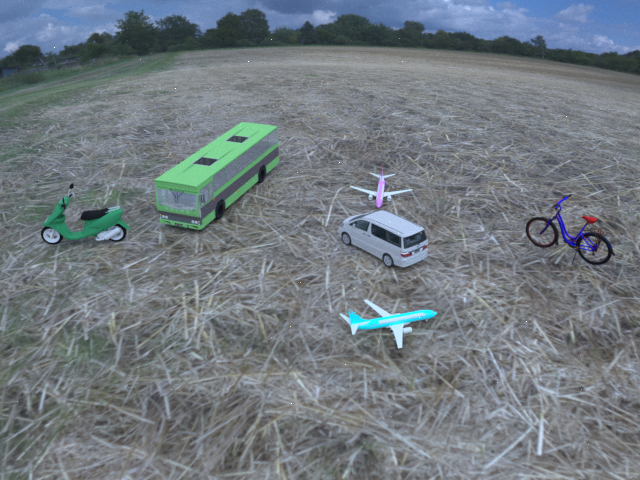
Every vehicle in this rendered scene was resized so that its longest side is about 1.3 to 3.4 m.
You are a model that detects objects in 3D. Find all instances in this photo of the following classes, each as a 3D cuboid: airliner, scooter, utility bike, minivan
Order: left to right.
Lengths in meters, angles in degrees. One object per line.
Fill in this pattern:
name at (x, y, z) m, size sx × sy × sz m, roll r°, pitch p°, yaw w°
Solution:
scooter at (-3.777, -0.364, 11.150) m, size 1.399 × 0.919 × 0.662 m, roll -3°, pitch 28°, yaw -5°
airliner at (1.117, -0.986, 12.859) m, size 1.161 × 0.429 × 1.307 m, roll 4°, pitch 28°, yaw 7°
minivan at (0.962, -0.103, 10.978) m, size 0.681 × 0.616 × 1.548 m, roll -22°, pitch 35°, yaw -35°
airliner at (0.945, 0.973, 9.133) m, size 1.307 × 0.429 × 1.161 m, roll -9°, pitch 29°, yaw -16°
utility bike at (3.815, -0.143, 10.700) m, size 1.435 × 0.946 × 0.535 m, roll 22°, pitch 35°, yaw 35°

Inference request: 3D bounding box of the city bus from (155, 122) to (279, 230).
city bus at (-1.769, -1.223, 12.810) m, size 0.926 × 0.894 × 3.255 m, roll 10°, pitch 29°, yaw 18°
